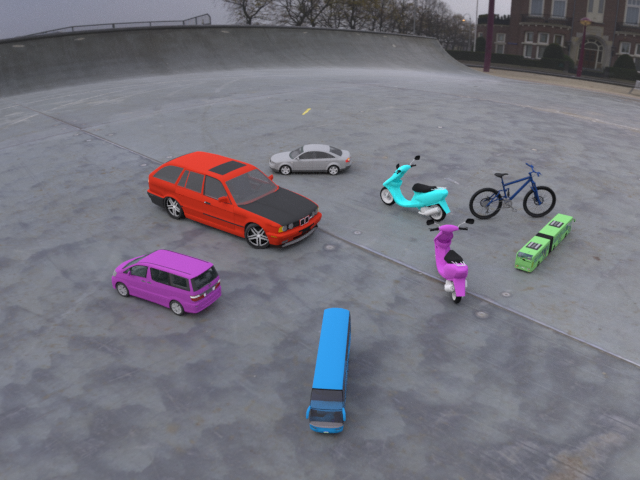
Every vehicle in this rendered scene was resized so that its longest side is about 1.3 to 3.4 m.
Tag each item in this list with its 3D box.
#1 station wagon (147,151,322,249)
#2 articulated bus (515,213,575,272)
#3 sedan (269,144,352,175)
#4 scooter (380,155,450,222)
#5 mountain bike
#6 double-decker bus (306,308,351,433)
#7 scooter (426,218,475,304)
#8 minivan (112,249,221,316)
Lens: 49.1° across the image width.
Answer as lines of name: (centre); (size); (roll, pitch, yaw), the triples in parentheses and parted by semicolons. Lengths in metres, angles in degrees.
station wagon: (-1.435, -0.750, 11.452); (3.105, 0.920, 1.327); (19, 32, 33)
articulated bus: (3.417, 0.022, 10.608); (0.311, 0.289, 1.749); (18, 32, 32)
sedan: (-0.190, -1.590, 13.637); (1.613, 0.483, 0.635); (0, 26, 0)
scooter: (1.578, -0.870, 11.696); (1.399, 0.919, 0.662); (22, 34, 37)
mountain bike: (3.192, -0.755, 11.521); (1.469, 0.868, 0.573); (-2, 26, -4)
double-decker bus: (0.129, 1.388, 7.573); (0.389, 0.541, 1.672); (2, 26, 4)
scooter: (1.777, 0.199, 9.542); (0.662, 0.919, 1.399); (-1, 26, -3)
minivan: (-2.075, 0.490, 9.297); (1.548, 0.616, 0.681); (14, 30, 26)
